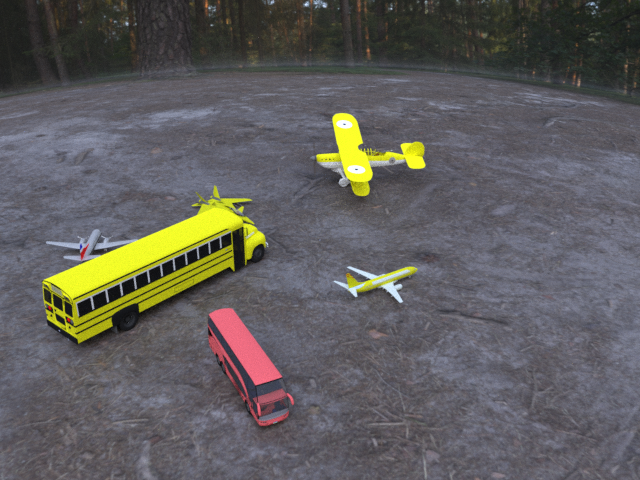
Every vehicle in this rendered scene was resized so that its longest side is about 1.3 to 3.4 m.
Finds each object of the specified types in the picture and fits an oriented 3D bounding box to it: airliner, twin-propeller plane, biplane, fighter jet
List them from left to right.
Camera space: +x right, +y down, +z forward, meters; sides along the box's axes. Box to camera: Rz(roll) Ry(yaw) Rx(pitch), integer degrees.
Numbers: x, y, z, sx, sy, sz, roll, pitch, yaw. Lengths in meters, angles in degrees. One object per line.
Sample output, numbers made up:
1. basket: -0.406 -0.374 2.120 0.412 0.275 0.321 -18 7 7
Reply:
1. twin-propeller plane: -3.451 0.034 10.512 1.370 0.407 1.095 -1 27 -3
2. fighter jet: -1.545 -0.555 11.807 1.147 0.286 1.358 -24 35 -38
3. biplane: 0.877 -1.488 12.878 2.120 0.981 2.598 -2 27 -5
4. airliner: 0.857 0.477 9.615 1.307 0.429 1.161 -18 32 -31

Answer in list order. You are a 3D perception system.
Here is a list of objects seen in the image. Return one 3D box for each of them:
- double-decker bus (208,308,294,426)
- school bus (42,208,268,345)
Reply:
1. double-decker bus: -0.813 1.379 7.715 0.389 0.541 1.672 -13 30 -24
2. school bus: -2.036 0.337 9.432 0.709 0.844 3.322 21 34 35
